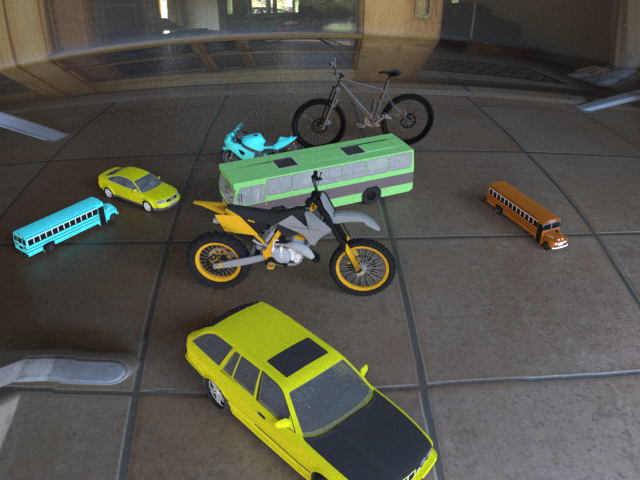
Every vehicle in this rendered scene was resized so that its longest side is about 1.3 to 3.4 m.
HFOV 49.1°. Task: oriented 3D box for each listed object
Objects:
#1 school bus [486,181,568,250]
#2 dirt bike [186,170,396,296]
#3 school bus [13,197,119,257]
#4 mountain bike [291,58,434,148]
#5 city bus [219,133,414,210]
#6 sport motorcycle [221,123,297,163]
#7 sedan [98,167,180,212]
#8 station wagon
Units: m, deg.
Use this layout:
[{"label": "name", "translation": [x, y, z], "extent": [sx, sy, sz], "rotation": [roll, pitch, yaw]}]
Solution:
[{"label": "school bus", "translation": [3.343, -0.404, 11.300], "extent": [0.365, 0.434, 1.708], "rotation": [-13, 34, -20]}, {"label": "dirt bike", "translation": [-0.410, 0.007, 9.447], "extent": [2.903, 1.666, 1.024], "rotation": [3, 32, 5]}, {"label": "school bus", "translation": [-3.966, -0.256, 11.057], "extent": [0.365, 0.434, 1.708], "rotation": [22, 38, 31]}, {"label": "mountain bike", "translation": [0.857, -2.578, 13.653], "extent": [2.857, 1.688, 1.114], "rotation": [-5, 32, -7]}, {"label": "city bus", "translation": [-0.024, -1.008, 11.846], "extent": [3.255, 0.894, 0.926], "rotation": [-13, 34, -20]}, {"label": "sport motorcycle", "translation": [-1.145, -1.658, 12.980], "extent": [1.520, 0.821, 0.506], "rotation": [9, 32, 14]}, {"label": "sedan", "translation": [-3.145, -0.939, 12.128], "extent": [1.613, 0.483, 0.635], "rotation": [19, 36, 27]}, {"label": "station wagon", "translation": [-0.187, 1.627, 7.513], "extent": [1.327, 0.920, 3.105], "rotation": [-25, 40, -35]}]
